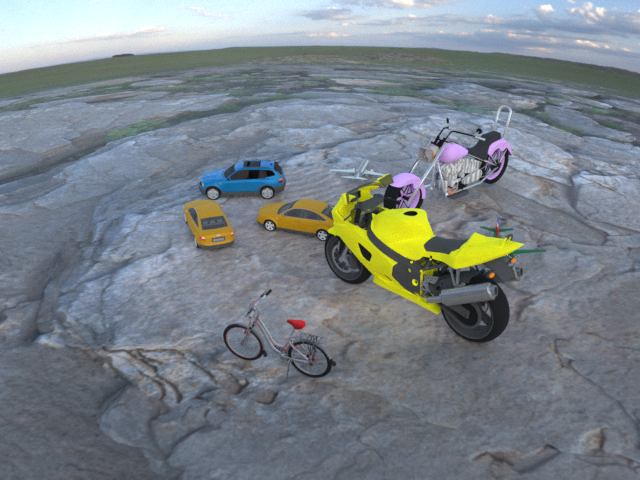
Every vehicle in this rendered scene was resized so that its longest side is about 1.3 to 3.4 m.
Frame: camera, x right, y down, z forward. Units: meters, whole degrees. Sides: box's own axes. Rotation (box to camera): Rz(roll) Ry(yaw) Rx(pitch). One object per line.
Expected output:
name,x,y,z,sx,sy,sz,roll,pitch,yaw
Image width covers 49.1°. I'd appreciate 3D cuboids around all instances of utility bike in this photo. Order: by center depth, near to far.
utility bike,-0.502,1.122,7.935,1.435,0.946,0.535,11,29,20

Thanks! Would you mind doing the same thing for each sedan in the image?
sedan,-1.807,-0.340,11.262,0.635,0.483,1.613,-10,29,-18
sedan,-0.269,-0.395,11.369,1.613,0.483,0.635,10,29,19

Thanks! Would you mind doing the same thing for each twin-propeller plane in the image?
twin-propeller plane,2.715,0.044,10.604,1.370,0.407,1.095,4,28,7

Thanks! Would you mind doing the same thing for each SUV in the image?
SUV,-1.403,-1.114,12.652,1.572,0.580,0.656,-1,27,-2

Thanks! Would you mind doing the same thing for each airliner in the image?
airliner,0.794,-1.427,13.421,1.161,0.429,1.307,7,28,13

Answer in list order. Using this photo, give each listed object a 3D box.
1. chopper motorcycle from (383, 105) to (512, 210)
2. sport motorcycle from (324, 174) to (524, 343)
chopper motorcycle,2.295,-1.373,12.175,3.040,1.480,0.906,-20,34,-34
sport motorcycle,1.177,0.212,8.986,2.955,1.596,0.983,23,35,37
